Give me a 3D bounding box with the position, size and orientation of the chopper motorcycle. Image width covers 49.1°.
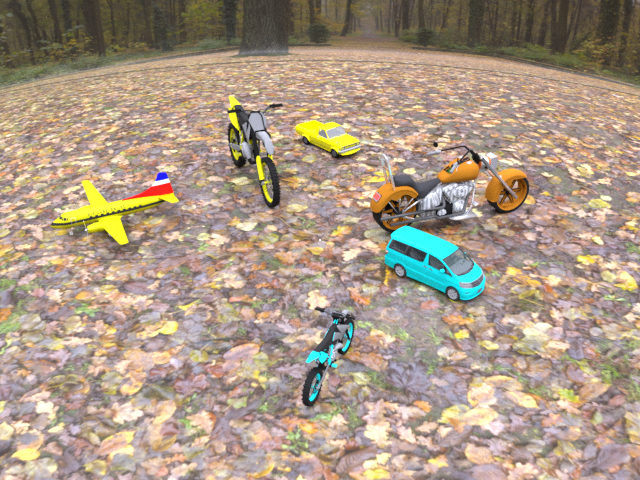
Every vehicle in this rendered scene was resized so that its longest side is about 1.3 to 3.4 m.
[{"bbox_3d":[2.268,-0.962,11.846,3.040,1.480,0.906,-11,32,-19],"label":"chopper motorcycle"}]

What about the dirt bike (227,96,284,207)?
[{"bbox_3d":[-1.276,-1.810,13.140,1.024,1.666,2.903,-12,32,-19],"label":"dirt bike"}]

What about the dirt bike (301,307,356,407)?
[{"bbox_3d":[0.116,1.311,8.499,0.527,0.857,1.493,12,32,21],"label":"dirt bike"}]

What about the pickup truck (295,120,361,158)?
[{"bbox_3d":[0.157,-2.253,15.080,0.640,0.511,1.603,-22,37,-33],"label":"pickup truck"}]

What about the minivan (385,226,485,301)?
[{"bbox_3d":[1.723,0.333,10.451,1.548,0.616,0.681,24,37,35],"label":"minivan"}]

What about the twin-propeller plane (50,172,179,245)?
[{"bbox_3d":[-3.517,-0.611,11.926,2.129,0.792,2.663,-15,33,-25],"label":"twin-propeller plane"}]
